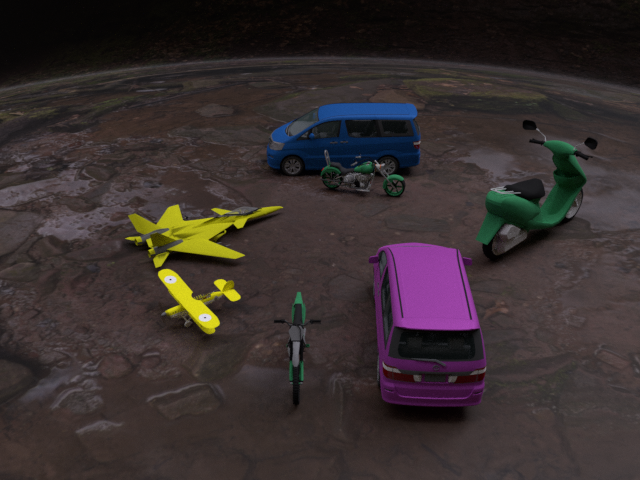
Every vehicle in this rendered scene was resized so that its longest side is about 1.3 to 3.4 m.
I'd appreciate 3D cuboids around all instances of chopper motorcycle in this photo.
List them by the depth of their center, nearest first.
[{"bbox_3d":[0.777,-1.207,12.696,1.563,0.761,0.466,7,29,12],"label":"chopper motorcycle"}]

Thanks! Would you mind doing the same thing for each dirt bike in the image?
[{"bbox_3d":[-0.252,1.187,8.139,0.527,0.857,1.493,0,28,0],"label":"dirt bike"}]

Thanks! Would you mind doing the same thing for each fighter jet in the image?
[{"bbox_3d":[-1.698,-0.344,11.305,2.640,0.557,2.229,-19,34,-32],"label":"fighter jet"}]

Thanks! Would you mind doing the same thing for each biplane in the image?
[{"bbox_3d":[-1.579,0.822,9.190,1.090,0.504,1.336,-21,34,-33],"label":"biplane"}]

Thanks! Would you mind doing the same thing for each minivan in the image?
[{"bbox_3d":[1.262,0.745,8.601,1.324,1.197,3.011,1,28,2],"label":"minivan"},{"bbox_3d":[0.453,-2.013,13.736,3.011,1.197,1.324,0,28,0],"label":"minivan"}]

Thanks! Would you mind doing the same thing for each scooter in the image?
[{"bbox_3d":[3.398,-0.799,10.852,2.721,1.786,1.288,-22,35,-35],"label":"scooter"}]
